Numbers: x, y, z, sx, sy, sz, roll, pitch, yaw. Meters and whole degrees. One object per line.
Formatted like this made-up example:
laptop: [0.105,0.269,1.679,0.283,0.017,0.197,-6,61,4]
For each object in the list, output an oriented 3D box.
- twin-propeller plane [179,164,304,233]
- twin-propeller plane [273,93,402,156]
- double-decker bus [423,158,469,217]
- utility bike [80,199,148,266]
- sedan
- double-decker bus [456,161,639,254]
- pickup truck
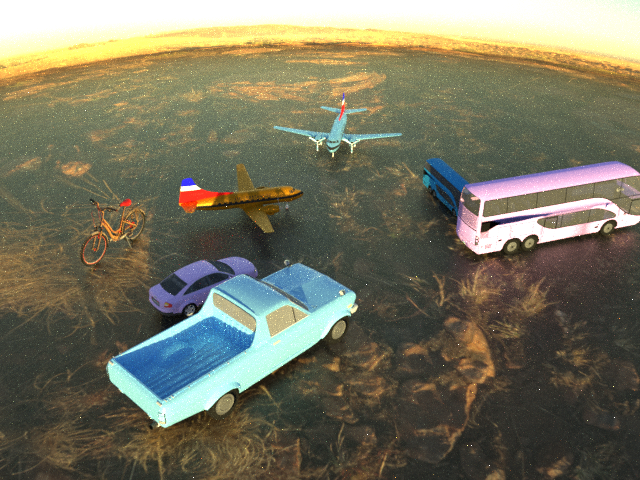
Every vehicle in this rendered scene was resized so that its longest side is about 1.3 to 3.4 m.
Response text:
twin-propeller plane: [-1.306,-0.784,11.802,2.129,0.792,2.663,-8,31,-14]
twin-propeller plane: [0.379,-2.397,14.549,2.663,0.792,2.129,4,31,7]
double-decker bus: [2.297,-0.867,12.190,0.389,0.541,1.672,-9,32,-15]
utility bike: [-3.110,-0.219,10.688,0.535,0.946,1.435,16,34,25]
sedan: [-1.608,0.568,9.806,1.613,0.483,0.635,-24,38,-34]
double-decker bus: [3.752,-0.540,11.130,3.251,1.052,0.756,-10,32,-16]
pickup truck: [-0.941,1.088,8.417,1.244,0.993,3.117,26,39,37]
